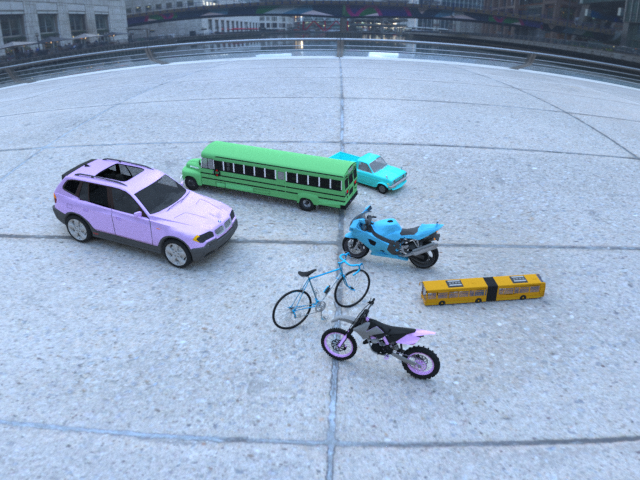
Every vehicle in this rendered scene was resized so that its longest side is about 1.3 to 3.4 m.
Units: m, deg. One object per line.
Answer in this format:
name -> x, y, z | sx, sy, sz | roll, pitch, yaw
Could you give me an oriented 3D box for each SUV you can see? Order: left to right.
SUV -> -2.818, -0.529, 11.168 | 3.058, 1.128, 1.276 | 13, 32, 21

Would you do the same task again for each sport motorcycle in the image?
sport motorcycle -> 1.076, -0.010, 10.564 | 1.520, 0.821, 0.506 | 8, 30, 13

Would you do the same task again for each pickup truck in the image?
pickup truck -> 0.854, -1.355, 13.247 | 1.603, 0.511, 0.640 | 20, 35, 31

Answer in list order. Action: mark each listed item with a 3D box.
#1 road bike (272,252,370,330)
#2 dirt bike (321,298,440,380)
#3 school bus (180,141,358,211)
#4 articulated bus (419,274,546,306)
road bike -> 0.041, 0.679, 9.320 | 1.545, 0.852, 0.358 | -17, 34, -27
dirt bike -> 0.713, 1.209, 8.381 | 1.493, 0.857, 0.527 | 10, 31, 17
school bus -> -0.988, -1.186, 12.612 | 3.322, 0.844, 0.709 | 11, 31, 18
articulated bus -> 2.285, 0.697, 9.858 | 1.749, 0.289, 0.311 | -3, 30, -6
